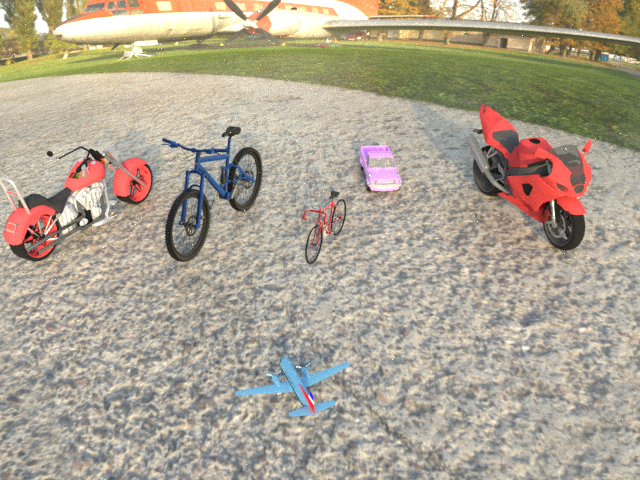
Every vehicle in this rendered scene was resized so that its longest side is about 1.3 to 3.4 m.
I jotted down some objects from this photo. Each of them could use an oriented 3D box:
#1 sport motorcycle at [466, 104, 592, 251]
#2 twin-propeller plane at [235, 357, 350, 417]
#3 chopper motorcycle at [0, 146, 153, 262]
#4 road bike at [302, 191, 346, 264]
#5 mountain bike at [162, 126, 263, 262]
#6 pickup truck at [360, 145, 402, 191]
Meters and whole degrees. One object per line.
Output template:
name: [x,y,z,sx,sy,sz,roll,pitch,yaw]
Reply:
sport motorcycle: [3.342,-1.070,11.316,0.983,1.596,2.955,-10,31,-17]
twin-propeller plane: [-0.256,1.580,7.828,1.370,0.407,1.095,-11,31,-19]
chopper motorcycle: [-3.701,-0.809,10.973,0.906,1.480,3.040,13,32,22]
road bike: [0.105,-0.256,10.630,0.358,0.852,1.545,12,32,21]
mountain bike: [-1.601,-0.876,10.880,1.114,1.688,2.857,12,31,20]
pickup truck: [1.106,-1.399,13.004,0.640,0.511,1.603,-2,29,-3]
